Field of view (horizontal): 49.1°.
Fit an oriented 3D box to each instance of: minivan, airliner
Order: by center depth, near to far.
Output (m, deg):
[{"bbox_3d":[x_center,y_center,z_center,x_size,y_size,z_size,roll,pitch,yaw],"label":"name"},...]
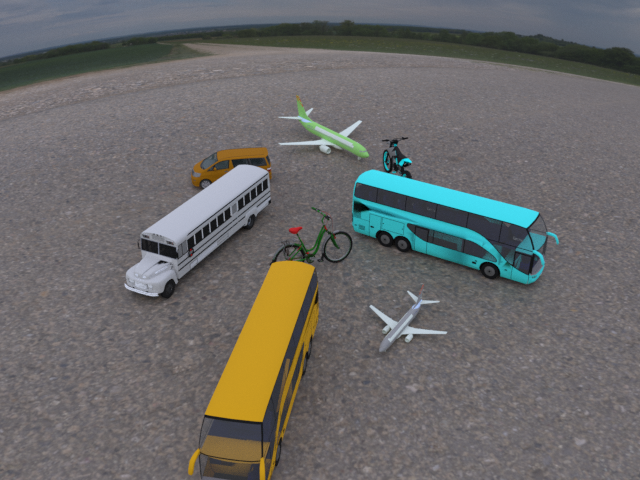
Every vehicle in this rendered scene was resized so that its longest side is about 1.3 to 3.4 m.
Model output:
[{"bbox_3d":[1.117,1.060,9.429,1.161,0.429,1.307,18,34,28],"label":"airliner"},{"bbox_3d":[-1.718,-1.403,13.521,1.548,0.616,0.681,-4,30,-8],"label":"minivan"},{"bbox_3d":[0.214,-2.414,15.056,2.257,0.835,2.541,-21,36,-32],"label":"airliner"}]

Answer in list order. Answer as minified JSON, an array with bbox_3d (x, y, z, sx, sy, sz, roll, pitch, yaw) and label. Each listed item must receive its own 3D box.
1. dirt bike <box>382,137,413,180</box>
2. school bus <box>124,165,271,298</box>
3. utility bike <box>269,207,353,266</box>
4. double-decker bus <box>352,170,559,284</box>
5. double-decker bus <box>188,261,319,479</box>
[{"bbox_3d":[1.479,-1.488,13.427,0.527,0.857,1.493,-8,31,-13],"label":"dirt bike"},{"bbox_3d":[-1.883,-0.213,11.225,0.709,0.844,3.322,13,33,22],"label":"school bus"},{"bbox_3d":[-0.147,0.015,10.727,1.435,0.946,0.535,-15,33,-24],"label":"utility bike"},{"bbox_3d":[2.031,-0.226,11.040,3.251,1.052,0.756,18,34,28],"label":"double-decker bus"},{"bbox_3d":[-0.611,1.494,8.053,0.756,1.052,3.251,5,30,9],"label":"double-decker bus"}]
